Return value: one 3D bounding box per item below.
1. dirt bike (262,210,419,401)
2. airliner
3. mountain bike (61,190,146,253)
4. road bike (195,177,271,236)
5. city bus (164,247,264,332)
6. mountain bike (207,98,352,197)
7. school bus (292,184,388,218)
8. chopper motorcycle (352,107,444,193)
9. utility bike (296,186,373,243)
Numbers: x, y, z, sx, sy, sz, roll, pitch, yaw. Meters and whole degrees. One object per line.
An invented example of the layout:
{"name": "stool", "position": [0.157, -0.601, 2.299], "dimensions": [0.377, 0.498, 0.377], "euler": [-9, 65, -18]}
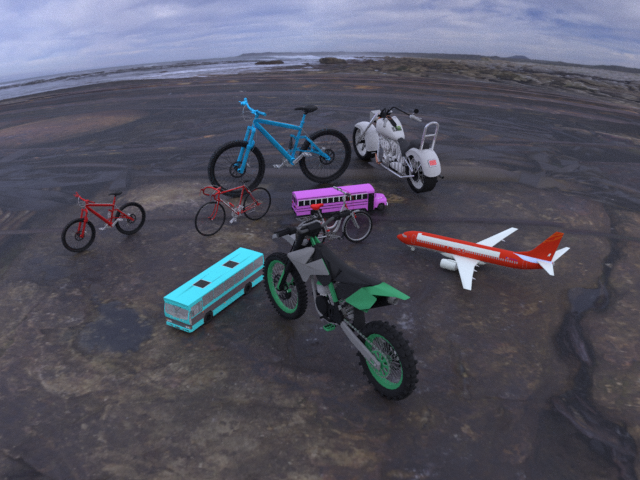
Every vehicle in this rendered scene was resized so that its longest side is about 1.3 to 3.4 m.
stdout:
{"name": "dirt bike", "position": [0.120, 0.629, 8.224], "dimensions": [1.024, 1.666, 2.903], "euler": [-18, 31, -32]}
{"name": "airliner", "position": [2.318, 0.011, 10.429], "dimensions": [2.541, 0.835, 2.257], "euler": [14, 30, 27]}
{"name": "mountain bike", "position": [-3.439, -0.353, 11.135], "dimensions": [1.469, 0.868, 0.573], "euler": [-23, 34, -39]}
{"name": "road bike", "position": [-1.432, -0.596, 11.650], "dimensions": [1.545, 0.852, 0.358], "euler": [-21, 33, -36]}
{"name": "city bus", "position": [-1.396, 0.664, 9.524], "dimensions": [0.476, 0.460, 1.674], "euler": [15, 30, 27]}
{"name": "mountain bike", "position": [-0.711, -1.726, 13.005], "dimensions": [2.857, 1.688, 1.114], "euler": [-11, 28, -21]}
{"name": "school bus", "position": [0.364, -0.703, 12.343], "dimensions": [1.708, 0.434, 0.365], "euler": [-7, 27, -14]}
{"name": "chopper motorcycle", "position": [1.430, -1.955, 13.708], "dimensions": [0.906, 1.480, 3.040], "euler": [-11, 28, -22]}
{"name": "utility bike", "position": [0.177, -0.331, 11.001], "dimensions": [1.435, 0.946, 0.535], "euler": [-12, 28, -23]}
